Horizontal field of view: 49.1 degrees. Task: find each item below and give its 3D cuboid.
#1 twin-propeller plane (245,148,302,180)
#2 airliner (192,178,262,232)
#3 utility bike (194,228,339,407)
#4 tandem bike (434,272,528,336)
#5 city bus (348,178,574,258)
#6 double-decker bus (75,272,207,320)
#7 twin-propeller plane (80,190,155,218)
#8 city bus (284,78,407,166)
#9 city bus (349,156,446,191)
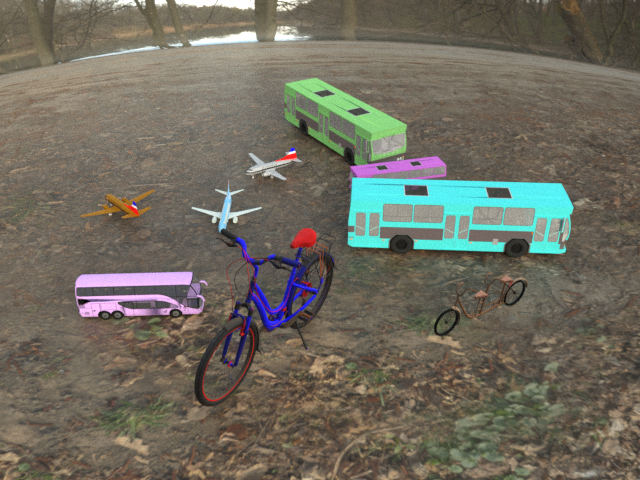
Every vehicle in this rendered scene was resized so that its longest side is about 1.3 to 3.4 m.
[{"bbox_3d":[-0.899,-1.419,12.955,1.095,0.407,1.370,-18,35,-27],"label":"twin-propeller plane"},{"bbox_3d":[-1.552,-0.544,11.472,1.161,0.429,1.307,0,31,0],"label":"airliner"},{"bbox_3d":[-0.454,0.665,8.080,1.039,1.839,2.791,18,35,28],"label":"utility bike"},{"bbox_3d":[2.121,0.752,9.060,1.642,0.682,0.283,-18,35,-28],"label":"tandem bike"},{"bbox_3d":[2.064,-0.340,10.677,3.255,0.894,0.926,2,31,3],"label":"city bus"},{"bbox_3d":[-2.341,0.725,9.242,1.672,0.541,0.389,-1,31,-2],"label":"double-decker bus"},{"bbox_3d":[-3.293,-0.610,11.604,1.370,0.407,1.095,-26,40,-36],"label":"twin-propeller plane"},{"bbox_3d":[0.416,-2.319,13.986,0.926,0.894,3.255,-17,35,-27],"label":"city bus"},{"bbox_3d":[1.375,-1.106,12.381,1.674,0.460,0.476,-8,32,-13],"label":"city bus"}]
